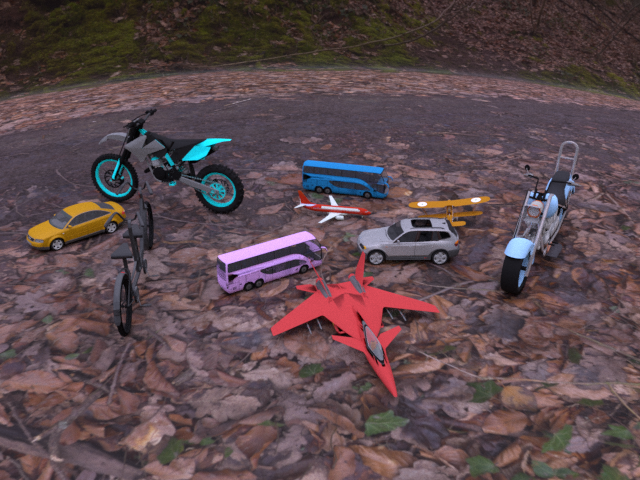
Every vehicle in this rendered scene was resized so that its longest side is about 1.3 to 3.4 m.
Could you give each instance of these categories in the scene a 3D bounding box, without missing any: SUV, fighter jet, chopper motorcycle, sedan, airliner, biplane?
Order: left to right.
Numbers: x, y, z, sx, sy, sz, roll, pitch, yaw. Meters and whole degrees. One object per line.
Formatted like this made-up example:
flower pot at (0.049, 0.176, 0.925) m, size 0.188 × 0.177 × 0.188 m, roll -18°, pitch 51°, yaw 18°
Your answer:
sedan at (-3.975, -0.291, 11.429) m, size 1.613 × 0.483 × 0.635 m, roll -22°, pitch 34°, yaw -37°
airliner at (0.237, -0.618, 12.133) m, size 1.307 × 0.429 × 1.161 m, roll 4°, pitch 27°, yaw 9°
fighter jet at (0.525, 1.003, 8.802) m, size 2.229 × 0.557 × 2.640 m, roll -6°, pitch 28°, yaw -12°
SUV at (1.357, -0.012, 10.773) m, size 1.572 × 0.580 × 0.656 m, roll 0°, pitch 27°, yaw 0°
biplane at (2.143, -0.439, 11.697) m, size 1.336 × 0.504 × 1.090 m, roll 4°, pitch 27°, yaw 8°
chopper motorcycle at (3.342, -0.401, 10.547) m, size 0.906 × 1.480 × 3.040 m, roll 15°, pitch 30°, yaw 27°

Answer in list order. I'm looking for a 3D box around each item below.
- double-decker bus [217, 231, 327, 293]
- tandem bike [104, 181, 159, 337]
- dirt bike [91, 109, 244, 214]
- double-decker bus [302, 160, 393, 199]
double-decker bus at (-0.691, 0.303, 10.197) m, size 1.672 × 0.541 × 0.389 m, roll -16°, pitch 31°, yaw -29°
tandem bike at (-2.595, 0.082, 9.765) m, size 0.550 × 1.326 × 3.192 m, roll -2°, pitch 27°, yaw -5°
dirt bike at (-2.718, -1.324, 12.158) m, size 2.903 × 1.666 × 1.024 m, roll 6°, pitch 28°, yaw 13°
double-decker bus at (0.496, -1.123, 13.004) m, size 1.672 × 0.541 × 0.389 m, roll 7°, pitch 28°, yaw 14°
